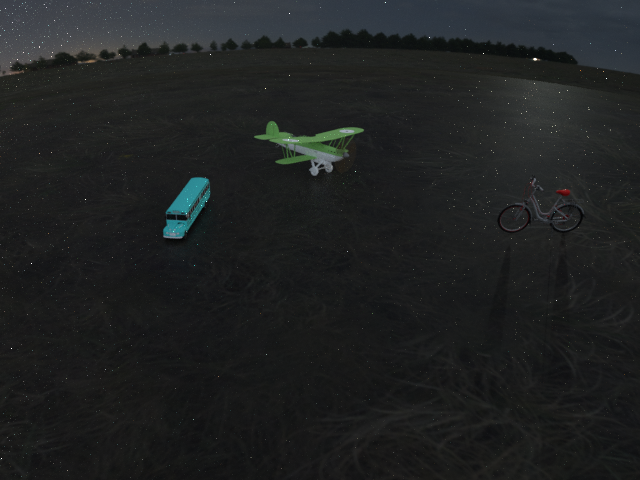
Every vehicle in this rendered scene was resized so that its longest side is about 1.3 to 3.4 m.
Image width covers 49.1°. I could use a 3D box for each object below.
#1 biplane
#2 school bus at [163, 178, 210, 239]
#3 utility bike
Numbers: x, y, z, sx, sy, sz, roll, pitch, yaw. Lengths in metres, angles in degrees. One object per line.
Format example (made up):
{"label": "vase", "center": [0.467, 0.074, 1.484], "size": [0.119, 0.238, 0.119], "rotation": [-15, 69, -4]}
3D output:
{"label": "biplane", "center": [-0.254, -1.858, 13.738], "size": [2.120, 0.981, 2.598], "rotation": [20, 33, 34]}
{"label": "school bus", "center": [-2.230, -0.536, 11.752], "size": [0.365, 0.434, 1.708], "rotation": [3, 27, 6]}
{"label": "utility bike", "center": [3.572, -0.503, 11.125], "size": [1.435, 0.946, 0.535], "rotation": [0, 27, -1]}
